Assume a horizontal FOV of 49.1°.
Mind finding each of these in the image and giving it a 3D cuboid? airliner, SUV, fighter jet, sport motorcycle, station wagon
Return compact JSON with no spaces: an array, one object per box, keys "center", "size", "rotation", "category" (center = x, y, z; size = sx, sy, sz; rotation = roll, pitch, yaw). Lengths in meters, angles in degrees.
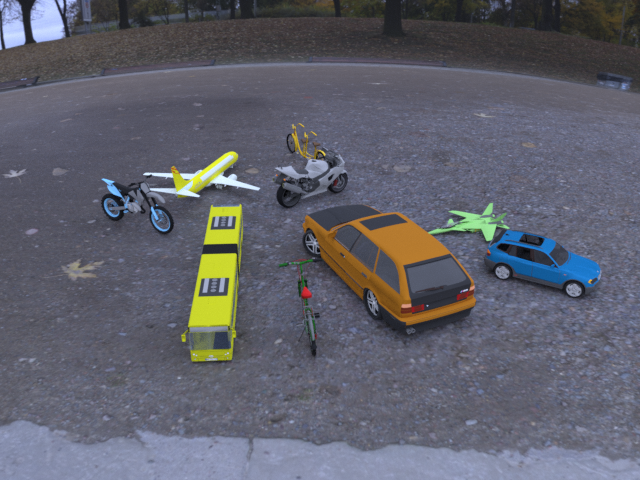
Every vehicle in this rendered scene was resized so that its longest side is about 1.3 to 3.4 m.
[{"center":[-2.028,-1.329,12.555],"size":[2.257,0.835,2.541],"rotation":[9,29,16],"category":"airliner"},{"center":[3.091,0.284,9.722],"size":[1.572,0.580,0.656],"rotation":[14,31,26],"category":"SUV"},{"center":[2.290,-0.283,11.134],"size":[1.358,0.286,1.147],"rotation":[-10,29,-19],"category":"fighter jet"},{"center":[-0.127,-1.069,12.068],"size":[1.520,0.821,0.506],"rotation":[-19,33,-32],"category":"sport motorcycle"},{"center":[0.822,0.123,9.663],"size":[1.327,0.920,3.105],"rotation":[-12,30,-23],"category":"station wagon"}]

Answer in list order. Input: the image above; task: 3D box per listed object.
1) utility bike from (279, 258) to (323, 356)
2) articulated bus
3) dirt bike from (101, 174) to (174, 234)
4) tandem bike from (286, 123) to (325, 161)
[{"center":[-0.209,0.737,8.453],"size":[0.535,0.946,1.435],"rotation":[-3,28,-7],"category":"utility bike"},{"center":[-1.354,0.433,9.456],"size":[0.605,0.561,3.401],"rotation":[-2,27,-3],"category":"articulated bus"},{"center":[-2.930,-0.598,11.122],"size":[1.493,0.857,0.527],"rotation":[14,31,26],"category":"dirt bike"},{"center":[-0.270,-1.846,13.716],"size":[0.283,0.682,1.642],"rotation":[-15,31,-27],"category":"tandem bike"}]
